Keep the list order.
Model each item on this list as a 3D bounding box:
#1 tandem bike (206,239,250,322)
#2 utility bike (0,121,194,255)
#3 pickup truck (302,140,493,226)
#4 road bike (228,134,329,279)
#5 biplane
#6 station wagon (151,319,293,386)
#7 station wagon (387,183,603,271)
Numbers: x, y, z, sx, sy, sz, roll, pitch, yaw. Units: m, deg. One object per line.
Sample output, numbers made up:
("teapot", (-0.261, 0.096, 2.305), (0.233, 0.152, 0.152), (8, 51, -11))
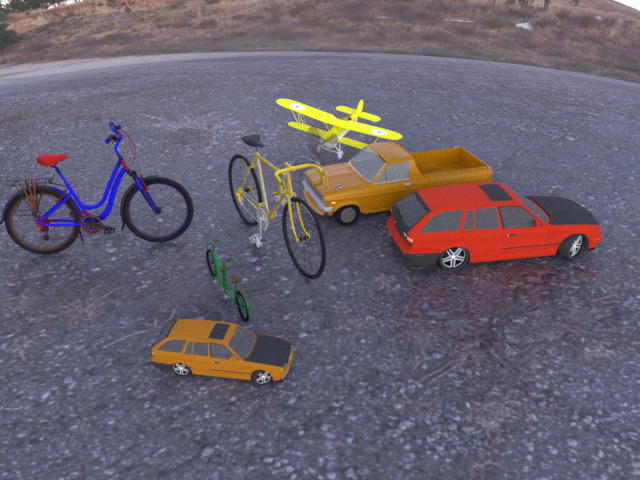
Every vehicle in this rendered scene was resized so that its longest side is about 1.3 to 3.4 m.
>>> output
("tandem bike", (-1.236, 0.464, 9.201), (0.283, 0.682, 1.642), (-13, 31, -23))
("utility bike", (-3.296, -0.749, 10.223), (2.791, 1.839, 1.039), (-6, 29, -11))
("pickup truck", (1.293, -1.082, 11.724), (3.117, 0.993, 1.244), (-9, 30, -17))
("road bike", (-0.705, -0.615, 10.169), (0.696, 1.656, 3.004), (-16, 32, -27))
("biplane", (0.477, -2.227, 13.847), (2.598, 0.981, 2.120), (12, 31, 21))
("station wagon", (-1.100, 1.234, 8.001), (1.597, 0.473, 0.682), (5, 29, 8))
("station wagon", (2.606, -0.303, 10.364), (3.105, 0.920, 1.327), (-5, 29, -8))
